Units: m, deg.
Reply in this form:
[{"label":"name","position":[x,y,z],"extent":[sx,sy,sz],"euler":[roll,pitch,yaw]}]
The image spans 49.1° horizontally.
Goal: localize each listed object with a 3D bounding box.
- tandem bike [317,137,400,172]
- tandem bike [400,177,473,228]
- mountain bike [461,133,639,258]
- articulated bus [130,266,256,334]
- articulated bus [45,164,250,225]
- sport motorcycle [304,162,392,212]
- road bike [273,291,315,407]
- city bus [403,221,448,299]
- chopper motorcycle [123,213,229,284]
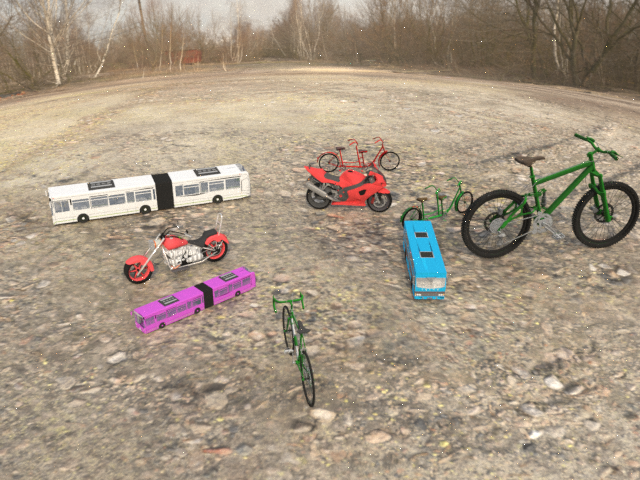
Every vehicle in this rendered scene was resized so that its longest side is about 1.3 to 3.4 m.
[{"label":"tandem bike","position":[0.756,-1.658,13.696],"extent":[1.642,0.682,0.283],"euler":[-2,26,-4]},{"label":"tandem bike","position":[1.955,-0.610,11.553],"extent":[1.642,0.682,0.283],"euler":[-17,31,-31]},{"label":"mountain bike","position":[3.469,-0.571,10.328],"extent":[2.857,1.688,1.114],"euler":[-5,26,-10]},{"label":"articulated bus","position":[-1.613,0.765,9.188],"extent":[1.749,0.289,0.311],"euler":[-22,33,-37]},{"label":"articulated bus","position":[-2.917,-0.817,12.113],"extent":[3.401,0.561,0.605],"euler":[-10,28,-19]},{"label":"sport motorcycle","position":[0.480,-0.888,11.962],"extent":[1.520,0.821,0.506],"euler":[4,26,7]},{"label":"road bike","position":[-0.252,1.152,7.758],"extent":[0.358,0.852,1.545],"euler":[-7,27,-13]},{"label":"city bus","position":[1.470,0.272,10.001],"extent":[0.476,0.460,1.674],"euler":[0,26,1]},{"label":"chopper motorcycle","position":[-2.040,0.113,9.985],"extent":[1.563,0.761,0.466],"euler":[-15,30,-28]}]
